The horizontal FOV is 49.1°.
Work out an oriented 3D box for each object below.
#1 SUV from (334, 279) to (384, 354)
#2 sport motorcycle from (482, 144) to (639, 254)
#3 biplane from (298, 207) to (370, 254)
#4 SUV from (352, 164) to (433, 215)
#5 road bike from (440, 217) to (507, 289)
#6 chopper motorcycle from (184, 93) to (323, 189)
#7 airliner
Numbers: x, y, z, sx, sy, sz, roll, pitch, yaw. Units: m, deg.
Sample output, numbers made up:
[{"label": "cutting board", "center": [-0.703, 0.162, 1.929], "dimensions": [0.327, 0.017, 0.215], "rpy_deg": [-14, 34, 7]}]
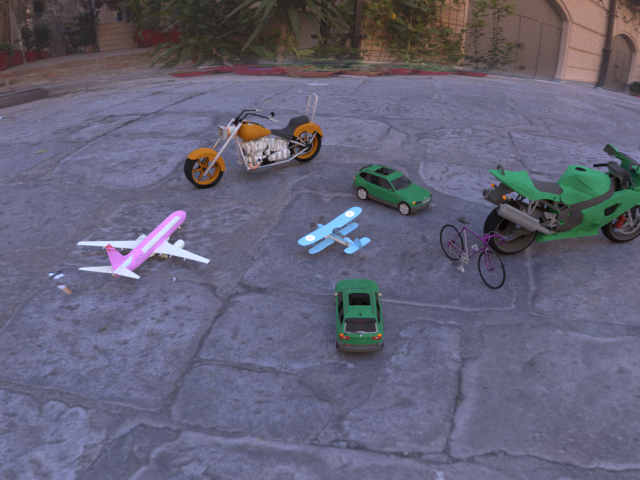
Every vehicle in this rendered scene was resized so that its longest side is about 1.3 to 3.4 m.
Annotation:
[{"label": "SUV", "center": [0.521, 0.930, 9.492], "dimensions": [0.656, 0.580, 1.572], "rpy_deg": [0, 29, 0]}, {"label": "sport motorcycle", "center": [4.013, -0.580, 11.208], "dimensions": [2.955, 1.596, 0.983], "rpy_deg": [-5, 29, -9]}, {"label": "biplane", "center": [0.284, -0.049, 11.375], "dimensions": [1.336, 0.504, 1.090], "rpy_deg": [-23, 36, -36]}, {"label": "SUV", "center": [1.336, -0.972, 12.992], "dimensions": [1.572, 0.580, 0.656], "rpy_deg": [23, 36, 36]}, {"label": "road bike", "center": [2.314, 0.129, 10.683], "dimensions": [0.358, 0.852, 1.545], "rpy_deg": [-14, 32, -25]}, {"label": "chopper motorcycle", "center": [-1.274, -1.994, 13.932], "dimensions": [3.040, 1.480, 0.906], "rpy_deg": [-16, 33, -28]}, {"label": "airliner", "center": [-2.712, -0.103, 11.128], "dimensions": [2.257, 0.835, 2.541], "rpy_deg": [7, 29, 13]}]
